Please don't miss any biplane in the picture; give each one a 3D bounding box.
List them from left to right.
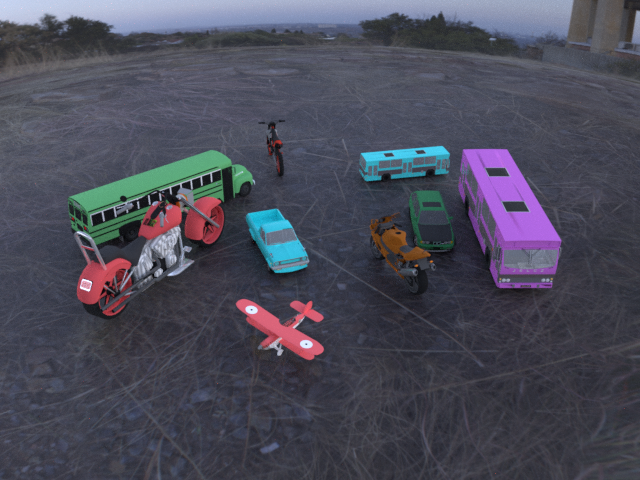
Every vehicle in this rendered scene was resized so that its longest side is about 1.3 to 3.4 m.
[{"bbox_3d":[-0.418,1.135,8.944,1.336,0.504,1.090,20,36,31],"label":"biplane"}]

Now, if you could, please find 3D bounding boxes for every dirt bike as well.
[{"bbox_3d":[-0.900,-1.873,13.731,0.527,0.857,1.493,-7,31,-12],"label":"dirt bike"}]

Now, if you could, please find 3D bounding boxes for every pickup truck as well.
[{"bbox_3d":[-0.691,-0.051,10.961,0.640,0.511,1.603,-10,32,-17],"label":"pickup truck"}]

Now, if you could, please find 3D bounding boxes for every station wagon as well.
[{"bbox_3d":[1.828,-0.363,11.532,0.682,0.473,1.597,0,30,1],"label":"station wagon"}]

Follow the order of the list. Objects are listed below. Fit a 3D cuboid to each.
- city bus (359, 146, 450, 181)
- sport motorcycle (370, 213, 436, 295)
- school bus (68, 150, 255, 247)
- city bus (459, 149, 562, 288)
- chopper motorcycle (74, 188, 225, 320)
[{"bbox_3d":[1.615,-1.444,13.390,1.674,0.460,0.476,-6,31,-11],"label":"city bus"},{"bbox_3d":[1.147,0.176,10.268,0.506,0.821,1.520,-14,33,-22],"label":"sport motorcycle"},{"bbox_3d":[-2.563,-0.798,11.908,3.322,0.844,0.709,-25,39,-36],"label":"school bus"},{"bbox_3d":[2.918,-0.417,11.206,0.926,0.894,3.255,0,30,0],"label":"city bus"},{"bbox_3d":[-2.319,-0.071,10.037,0.906,1.480,3.040,14,33,23],"label":"chopper motorcycle"}]
